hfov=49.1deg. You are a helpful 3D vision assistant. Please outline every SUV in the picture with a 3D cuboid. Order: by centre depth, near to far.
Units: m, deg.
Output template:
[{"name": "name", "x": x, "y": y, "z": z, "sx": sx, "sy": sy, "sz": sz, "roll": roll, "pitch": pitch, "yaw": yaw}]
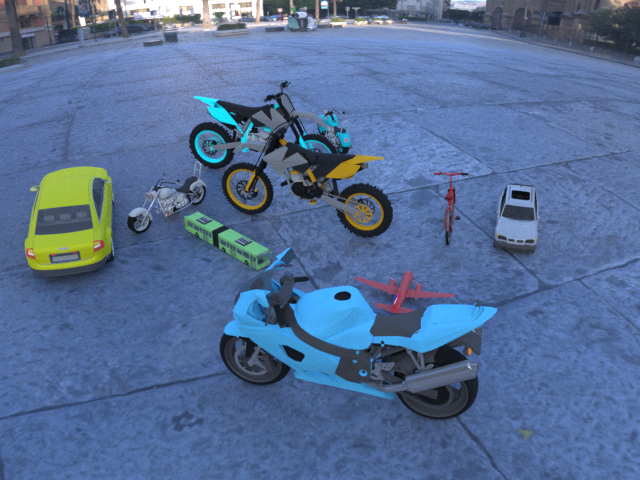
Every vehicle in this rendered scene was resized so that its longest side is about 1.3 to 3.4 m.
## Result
[{"name": "SUV", "x": 3.091, "y": -0.375, "z": 10.950, "sx": 0.656, "sy": 0.580, "sz": 1.572, "roll": 8, "pitch": 32, "yaw": 13}]

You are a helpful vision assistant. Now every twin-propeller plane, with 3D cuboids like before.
[{"name": "twin-propeller plane", "x": 1.107, "y": 0.652, "z": 9.392, "sx": 1.370, "sy": 0.407, "sz": 1.095, "roll": 9, "pitch": 32, "yaw": 15}]

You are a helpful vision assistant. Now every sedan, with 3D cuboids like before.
[{"name": "sedan", "x": -3.834, "y": -0.503, "z": 10.813, "sx": 1.235, "sy": 0.940, "sz": 3.137, "roll": -7, "pitch": 31, "yaw": -12}]

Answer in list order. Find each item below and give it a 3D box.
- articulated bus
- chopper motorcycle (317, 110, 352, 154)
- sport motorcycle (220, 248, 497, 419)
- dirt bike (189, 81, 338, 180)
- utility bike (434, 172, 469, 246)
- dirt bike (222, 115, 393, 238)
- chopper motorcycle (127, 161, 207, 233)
[{"name": "articulated bus", "x": -1.429, "y": -0.010, "z": 10.621, "sx": 1.749, "sy": 0.289, "sz": 0.311, "roll": 26, "pitch": 39, "yaw": 36}, {"name": "chopper motorcycle", "x": 0.257, "y": -2.259, "z": 13.941, "sx": 0.466, "sy": 0.761, "sz": 1.563, "roll": -10, "pitch": 32, "yaw": -17}, {"name": "sport motorcycle", "x": 0.295, "y": 1.092, "z": 7.488, "sx": 2.955, "sy": 1.596, "sz": 0.983, "roll": 7, "pitch": 32, "yaw": 12}, {"name": "dirt bike", "x": -1.040, "y": -1.920, "z": 12.486, "sx": 2.903, "sy": 1.666, "sz": 1.024, "roll": 9, "pitch": 32, "yaw": 15}, {"name": "utility bike", "x": 1.990, "y": -0.563, "z": 10.908, "sx": 0.535, "sy": 0.946, "sz": 1.435, "roll": 7, "pitch": 31, "yaw": 11}, {"name": "dirt bike", "x": -0.254, "y": -0.955, "z": 10.863, "sx": 2.903, "sy": 1.666, "sz": 1.024, "roll": 11, "pitch": 33, "yaw": 18}, {"name": "chopper motorcycle", "x": -2.462, "y": -0.696, "z": 11.314, "sx": 0.466, "sy": 0.761, "sz": 1.563, "roll": 23, "pitch": 38, "yaw": 34}]
